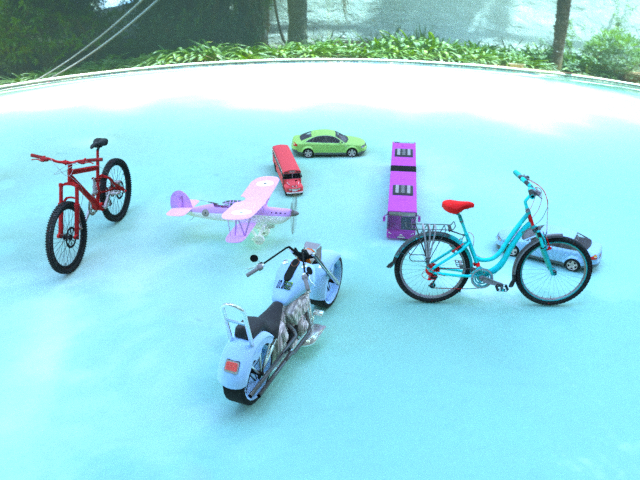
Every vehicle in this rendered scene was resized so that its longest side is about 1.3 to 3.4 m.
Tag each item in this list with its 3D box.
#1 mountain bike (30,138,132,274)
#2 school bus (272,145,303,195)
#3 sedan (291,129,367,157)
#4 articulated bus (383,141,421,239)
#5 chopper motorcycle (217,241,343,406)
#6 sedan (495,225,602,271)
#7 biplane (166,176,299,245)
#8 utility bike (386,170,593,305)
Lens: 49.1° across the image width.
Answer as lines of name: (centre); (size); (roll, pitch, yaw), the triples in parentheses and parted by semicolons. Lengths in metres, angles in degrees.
mountain bike: (-3.622, -0.710, 11.030); (1.114, 1.688, 2.857); (4, 28, 8)
school bus: (-0.636, -1.371, 13.627); (0.365, 0.434, 1.708); (-6, 28, -10)
sedan: (0.193, -2.086, 14.931); (1.613, 0.483, 0.635); (-1, 28, -2)
articulated bus: (1.504, -0.996, 12.781); (0.605, 0.561, 3.401); (3, 28, 6)
chopper motorcycle: (-0.366, 0.717, 8.546); (0.906, 1.480, 3.040); (11, 30, 20)
sedan: (3.555, 0.037, 10.903); (1.613, 0.483, 0.635); (15, 31, 26)
biplane: (-1.379, -0.472, 11.337); (2.120, 0.981, 2.598); (3, 28, 7)
utility bike: (2.315, 0.008, 9.505); (2.791, 1.839, 1.039); (1, 28, 3)
